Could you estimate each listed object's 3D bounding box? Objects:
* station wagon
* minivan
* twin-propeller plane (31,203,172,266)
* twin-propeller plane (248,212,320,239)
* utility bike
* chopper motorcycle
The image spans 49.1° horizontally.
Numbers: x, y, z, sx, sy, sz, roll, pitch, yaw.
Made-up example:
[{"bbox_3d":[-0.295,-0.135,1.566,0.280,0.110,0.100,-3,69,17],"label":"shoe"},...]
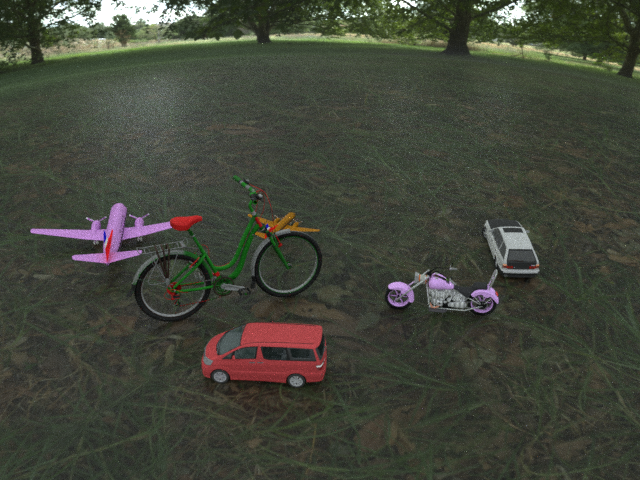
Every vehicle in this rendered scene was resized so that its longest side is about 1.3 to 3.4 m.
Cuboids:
[{"bbox_3d":[3.043,0.028,11.180,0.682,0.473,1.597,1,30,1],"label":"station wagon"},{"bbox_3d":[-0.696,1.378,8.656,1.548,0.616,0.681,2,30,4],"label":"minivan"},{"bbox_3d":[-3.322,-0.208,11.274,2.663,0.792,2.129,-4,30,-8],"label":"twin-propeller plane"},{"bbox_3d":[-0.668,-0.281,11.792,1.370,0.407,1.095,13,32,21],"label":"twin-propeller plane"},{"bbox_3d":[-1.313,0.116,9.642,2.791,1.839,1.039,-11,31,-18],"label":"utility bike"},{"bbox_3d":[1.698,0.679,9.741,1.563,0.761,0.466,5,30,9],"label":"chopper motorcycle"}]
